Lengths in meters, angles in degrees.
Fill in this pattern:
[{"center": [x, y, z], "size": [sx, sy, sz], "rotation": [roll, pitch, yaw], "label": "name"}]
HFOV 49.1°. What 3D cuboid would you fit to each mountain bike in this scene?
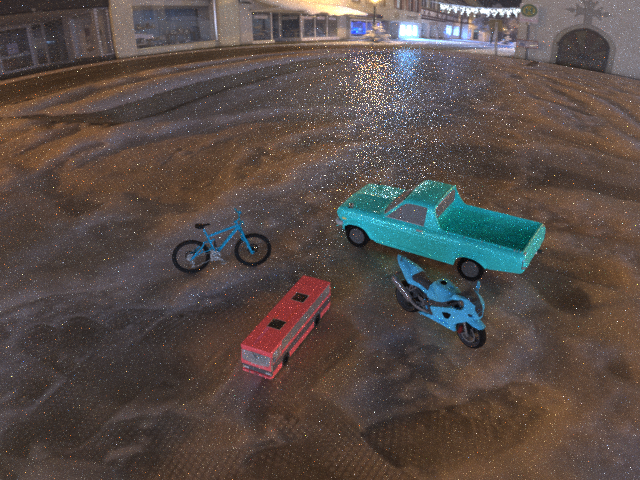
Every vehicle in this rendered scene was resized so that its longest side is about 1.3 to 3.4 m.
[{"center": [-1.445, 0.066, 10.285], "size": [1.469, 0.868, 0.573], "rotation": [-6, 31, -11], "label": "mountain bike"}]

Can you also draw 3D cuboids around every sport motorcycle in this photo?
[{"center": [1.551, 0.793, 9.085], "size": [0.506, 0.821, 1.520], "rotation": [-24, 38, -35], "label": "sport motorcycle"}]

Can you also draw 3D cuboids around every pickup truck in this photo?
[{"center": [1.808, -0.283, 10.759], "size": [3.117, 0.993, 1.244], "rotation": [17, 34, 26], "label": "pickup truck"}]

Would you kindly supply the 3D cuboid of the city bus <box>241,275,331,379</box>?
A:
[{"center": [-0.399, 1.089, 8.937], "size": [0.476, 0.460, 1.674], "rotation": [14, 33, 22], "label": "city bus"}]
